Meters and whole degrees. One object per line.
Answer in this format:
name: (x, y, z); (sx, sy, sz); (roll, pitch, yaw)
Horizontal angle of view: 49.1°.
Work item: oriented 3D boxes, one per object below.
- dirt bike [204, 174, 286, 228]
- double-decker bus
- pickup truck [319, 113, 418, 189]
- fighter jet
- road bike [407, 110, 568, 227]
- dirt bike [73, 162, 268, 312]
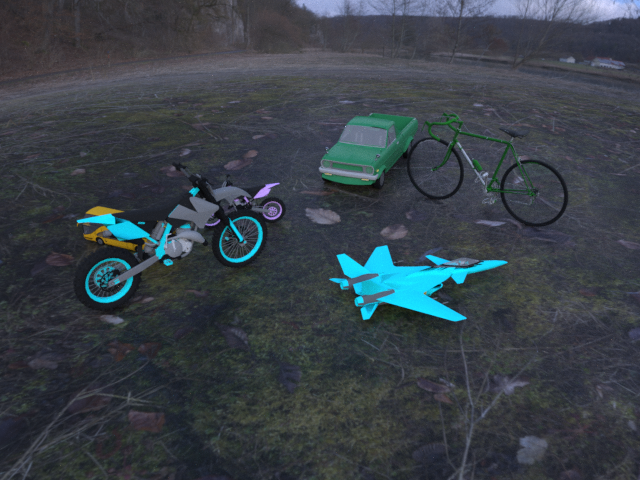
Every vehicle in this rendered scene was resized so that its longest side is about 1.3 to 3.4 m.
dirt bike: (-1.306, -0.624, 11.567); (1.493, 0.857, 0.527); (-6, 27, -11)
double-decker bus: (-3.015, -0.140, 10.953); (1.672, 0.541, 0.389); (11, 29, 22)
pickup truck: (1.054, -1.966, 14.094); (1.244, 0.993, 3.117); (10, 28, 20)
fighter jet: (1.561, 0.401, 9.855); (2.640, 0.557, 2.229); (-11, 28, -20)
road bike: (2.777, -1.240, 11.904); (3.004, 1.656, 0.696); (19, 32, 33)
dirt bike: (-1.988, -0.088, 9.594); (2.903, 1.666, 1.024); (-18, 32, -31)
